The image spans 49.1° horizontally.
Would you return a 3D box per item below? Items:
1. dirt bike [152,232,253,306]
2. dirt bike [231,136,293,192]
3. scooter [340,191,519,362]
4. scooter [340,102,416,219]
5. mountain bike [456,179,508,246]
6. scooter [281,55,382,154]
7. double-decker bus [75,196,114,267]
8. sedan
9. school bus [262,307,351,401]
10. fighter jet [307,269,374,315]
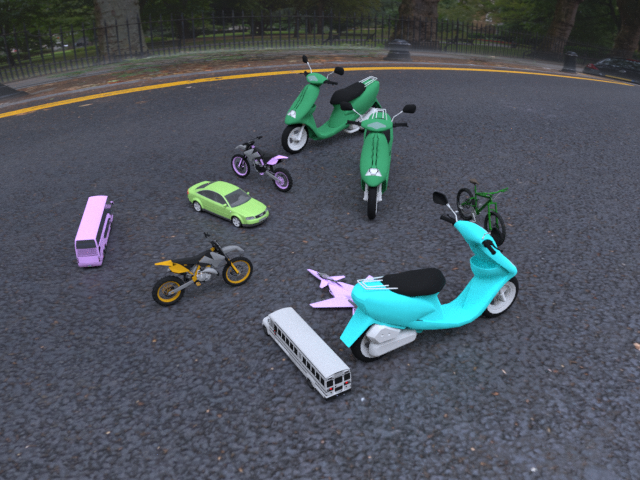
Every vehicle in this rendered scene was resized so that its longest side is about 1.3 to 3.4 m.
[{"bbox_3d":[-1.635,0.406,9.759,1.493,0.857,0.527,-15,33,-24],"label":"dirt bike"},{"bbox_3d":[-1.105,-1.417,12.938,1.493,0.857,0.527,20,36,31],"label":"dirt bike"},{"bbox_3d":[1.481,0.494,8.670,2.721,1.786,1.288,-15,33,-24],"label":"scooter"},{"bbox_3d":[1.011,-1.677,12.458,1.288,1.786,2.721,3,30,6],"label":"scooter"},{"bbox_3d":[2.610,-0.523,11.368,0.573,0.868,1.469,-10,31,-17],"label":"mountain bike"},{"bbox_3d":[0.283,-2.897,14.587,2.721,1.786,1.288,-22,37,-33],"label":"scooter"},{"bbox_3d":[-3.563,-0.180,11.099,0.389,0.541,1.672,-4,30,-7],"label":"double-decker bus"},{"bbox_3d":[-1.588,-0.675,12.021,1.613,0.483,0.635,21,36,32],"label":"sedan"},{"bbox_3d":[-0.214,1.312,8.603,0.365,0.434,1.708,-16,34,-26],"label":"school bus"},{"bbox_3d":[0.253,0.619,9.960,1.147,0.286,1.358,-23,37,-34],"label":"fighter jet"}]
